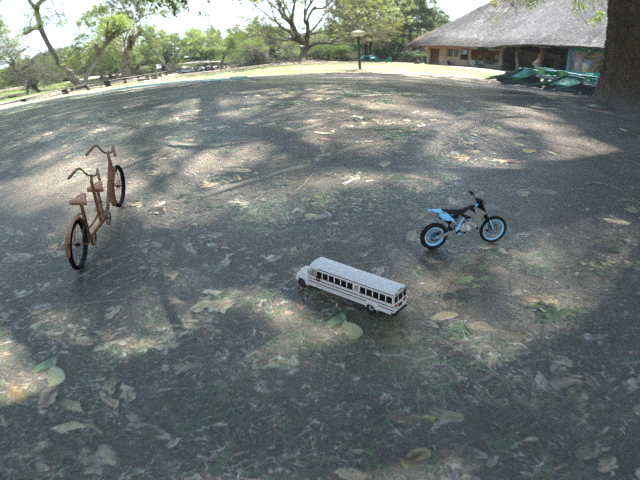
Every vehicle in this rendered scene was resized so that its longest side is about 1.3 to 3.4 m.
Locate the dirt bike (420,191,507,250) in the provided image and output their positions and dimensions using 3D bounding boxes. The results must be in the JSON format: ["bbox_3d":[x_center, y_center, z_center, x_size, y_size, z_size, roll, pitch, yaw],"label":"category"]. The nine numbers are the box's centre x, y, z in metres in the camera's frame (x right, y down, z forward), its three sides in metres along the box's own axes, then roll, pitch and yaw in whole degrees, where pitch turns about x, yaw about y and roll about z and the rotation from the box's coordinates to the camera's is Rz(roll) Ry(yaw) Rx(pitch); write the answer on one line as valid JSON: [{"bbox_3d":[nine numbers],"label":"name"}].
[{"bbox_3d":[2.324,-0.294,11.243,1.493,0.857,0.527,-6,27,-12],"label":"dirt bike"}]

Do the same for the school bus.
[{"bbox_3d":[0.403,0.621,9.869,1.708,0.434,0.365,18,31,32],"label":"school bus"}]

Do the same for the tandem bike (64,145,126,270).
[{"bbox_3d":[-3.669,-0.678,11.491,0.550,1.326,3.192,0,26,0],"label":"tandem bike"}]
